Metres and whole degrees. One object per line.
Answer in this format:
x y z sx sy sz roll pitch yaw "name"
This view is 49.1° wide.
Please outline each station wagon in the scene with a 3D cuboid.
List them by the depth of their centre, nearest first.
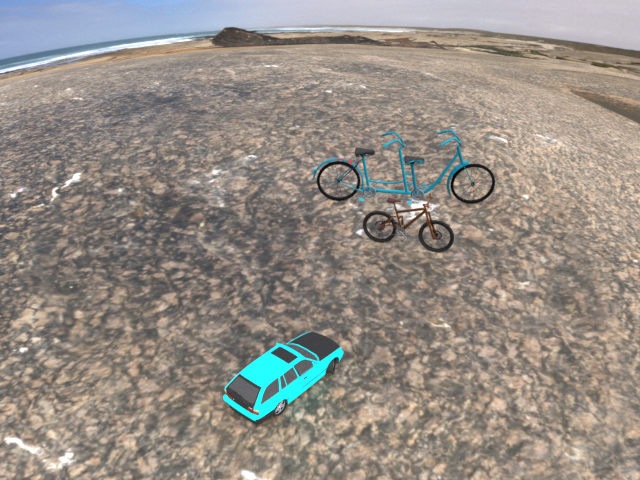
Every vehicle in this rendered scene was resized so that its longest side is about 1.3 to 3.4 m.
-0.394 1.525 8.306 0.682 0.473 1.597 24 38 34 "station wagon"

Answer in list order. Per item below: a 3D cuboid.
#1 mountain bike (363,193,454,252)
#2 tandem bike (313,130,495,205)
1.381 -0.266 10.956 1.469 0.868 0.573 10 32 17 "mountain bike"
1.464 -1.247 12.171 3.192 1.326 0.550 2 31 3 "tandem bike"
